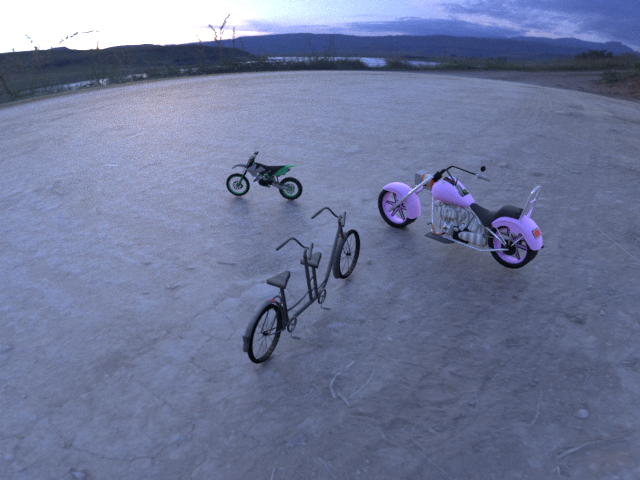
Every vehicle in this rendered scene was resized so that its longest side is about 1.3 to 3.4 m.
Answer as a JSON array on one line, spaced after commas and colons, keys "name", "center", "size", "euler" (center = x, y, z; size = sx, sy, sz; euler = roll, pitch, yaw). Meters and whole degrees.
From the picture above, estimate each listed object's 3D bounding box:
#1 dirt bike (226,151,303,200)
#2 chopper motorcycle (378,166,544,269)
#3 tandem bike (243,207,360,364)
[{"name": "dirt bike", "center": [-1.065, -1.183, 13.224], "size": [1.493, 0.857, 0.527], "euler": [4, 28, 8]}, {"name": "chopper motorcycle", "center": [2.195, -0.556, 11.328], "size": [3.040, 1.480, 0.906], "euler": [24, 36, 38]}, {"name": "tandem bike", "center": [-0.152, 0.465, 9.512], "size": [0.550, 1.326, 3.192], "euler": [14, 30, 25]}]
